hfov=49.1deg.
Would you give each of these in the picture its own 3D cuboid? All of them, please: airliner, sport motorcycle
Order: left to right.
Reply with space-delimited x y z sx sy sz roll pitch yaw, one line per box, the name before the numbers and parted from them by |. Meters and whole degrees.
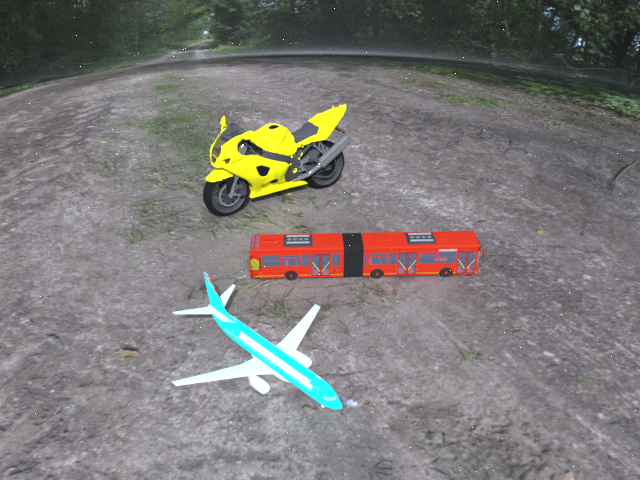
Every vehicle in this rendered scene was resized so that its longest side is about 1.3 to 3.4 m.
airliner | -0.642 1.185 8.327 2.257 0.835 2.541 -25 37 -37
sport motorcycle | -0.740 -1.434 12.289 2.955 1.596 0.983 -19 34 -31

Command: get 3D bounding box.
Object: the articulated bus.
articulated bus | 0.669 0.218 10.363 3.401 0.561 0.605 -1 29 -2
